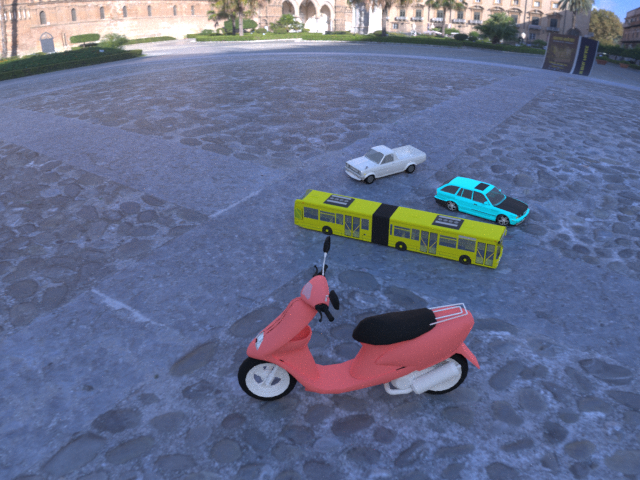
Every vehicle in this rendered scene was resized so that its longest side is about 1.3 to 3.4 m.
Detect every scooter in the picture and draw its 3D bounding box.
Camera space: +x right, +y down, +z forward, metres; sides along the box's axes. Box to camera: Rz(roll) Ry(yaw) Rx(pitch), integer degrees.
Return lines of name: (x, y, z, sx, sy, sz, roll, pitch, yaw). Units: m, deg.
scooter: (0.434, 1.017, 7.654, 2.721, 1.786, 1.288, -2, 29, -3)

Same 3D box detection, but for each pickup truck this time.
pickup truck: (1.274, -1.537, 13.517, 1.603, 0.511, 0.640, -17, 33, -27)

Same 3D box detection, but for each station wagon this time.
station wagon: (2.799, -0.701, 12.063, 1.597, 0.473, 0.682, 20, 35, 31)

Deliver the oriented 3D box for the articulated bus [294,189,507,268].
articulated bus: (1.214, -0.207, 11.091, 3.401, 0.561, 0.605, 12, 32, 21)
